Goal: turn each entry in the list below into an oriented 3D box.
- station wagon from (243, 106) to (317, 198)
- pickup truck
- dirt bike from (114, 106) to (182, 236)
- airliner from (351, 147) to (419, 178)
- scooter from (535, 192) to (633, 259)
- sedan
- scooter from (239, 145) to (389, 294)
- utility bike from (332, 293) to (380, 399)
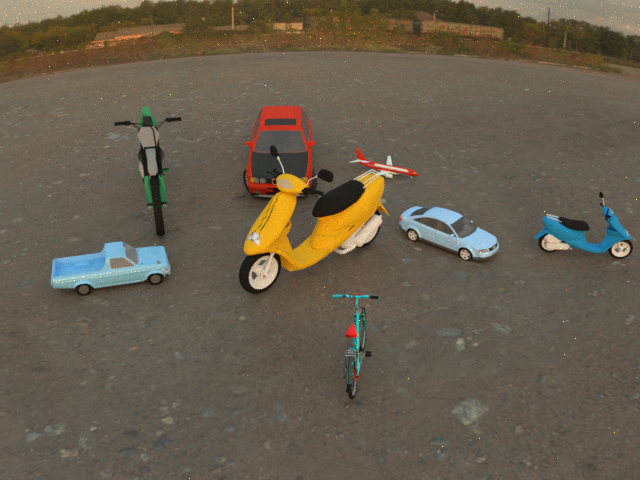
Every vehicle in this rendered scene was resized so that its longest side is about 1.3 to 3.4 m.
[{"bbox_3d":[-0.732,-1.767,13.166,1.327,0.920,3.105,-1,29,-1],"label":"station wagon"},{"bbox_3d":[-2.915,0.348,9.761,1.603,0.511,0.640,-8,30,-14],"label":"pickup truck"},{"bbox_3d":[-2.756,-1.303,11.554,1.024,1.666,2.903,-7,30,-12],"label":"dirt bike"},{"bbox_3d":[1.232,-1.436,13.073,1.307,0.429,1.161,13,31,22],"label":"airliner"},{"bbox_3d":[3.922,-0.178,10.291,1.399,0.919,0.662,5,29,10],"label":"scooter"},{"bbox_3d":[1.967,-0.160,10.708,1.613,0.483,0.635,22,36,35],"label":"sedan"},{"bbox_3d":[-0.033,-0.399,9.794,2.721,1.786,1.288,-23,36,-35],"label":"scooter"},{"bbox_3d":[0.372,1.104,7.942,0.535,0.946,1.435,5,29,9],"label":"utility bike"}]
